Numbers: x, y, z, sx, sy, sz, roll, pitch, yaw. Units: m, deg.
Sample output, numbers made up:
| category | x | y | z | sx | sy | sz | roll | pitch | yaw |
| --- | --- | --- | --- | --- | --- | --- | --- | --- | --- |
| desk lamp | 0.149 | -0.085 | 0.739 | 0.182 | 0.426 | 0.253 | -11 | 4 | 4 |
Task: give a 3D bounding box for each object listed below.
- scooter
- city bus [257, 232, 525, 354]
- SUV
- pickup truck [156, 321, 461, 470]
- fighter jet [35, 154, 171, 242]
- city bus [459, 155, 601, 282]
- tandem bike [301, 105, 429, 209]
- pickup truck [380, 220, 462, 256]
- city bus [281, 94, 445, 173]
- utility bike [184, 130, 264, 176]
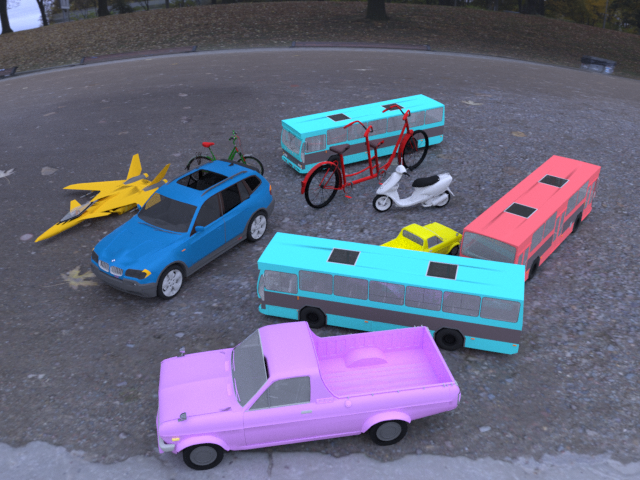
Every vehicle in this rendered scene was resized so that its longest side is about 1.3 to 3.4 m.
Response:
| category | x | y | z | sx | sy | sz | roll | pitch | yaw |
| --- | --- | --- | --- | --- | --- | --- | --- | --- | --- |
| scooter | 1.560 | -0.917 | 11.579 | 1.399 | 0.919 | 0.662 | -5 | 30 | -8 |
| city bus | 0.873 | 0.671 | 8.816 | 3.255 | 0.894 | 0.926 | 8 | 31 | 13 |
| SUV | -1.929 | -0.273 | 10.236 | 1.276 | 1.128 | 3.058 | 18 | 34 | 29 |
| pickup truck | -0.159 | 1.468 | 7.317 | 3.117 | 0.993 | 1.244 | -5 | 30 | -9 |
| fighter jet | -3.609 | -0.666 | 11.504 | 2.229 | 0.557 | 2.640 | 18 | 34 | 28 |
| city bus | 3.200 | -0.276 | 10.479 | 0.926 | 0.894 | 3.255 | 21 | 36 | 32 |
| tandem bike | 0.873 | -1.511 | 12.210 | 3.192 | 1.326 | 0.550 | -24 | 38 | -36 |
| pickup truck | 1.376 | 0.098 | 10.209 | 1.603 | 0.511 | 0.640 | -23 | 37 | -34 |
| city bus | 0.870 | -2.057 | 13.604 | 3.255 | 0.894 | 0.926 | -15 | 33 | -25 |
| utility bike | -1.721 | -1.462 | 12.508 | 1.435 | 0.946 | 0.535 | 0 | 30 | 0 |
